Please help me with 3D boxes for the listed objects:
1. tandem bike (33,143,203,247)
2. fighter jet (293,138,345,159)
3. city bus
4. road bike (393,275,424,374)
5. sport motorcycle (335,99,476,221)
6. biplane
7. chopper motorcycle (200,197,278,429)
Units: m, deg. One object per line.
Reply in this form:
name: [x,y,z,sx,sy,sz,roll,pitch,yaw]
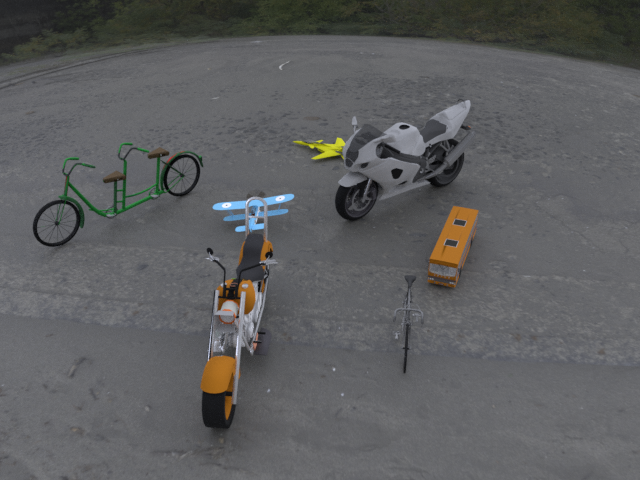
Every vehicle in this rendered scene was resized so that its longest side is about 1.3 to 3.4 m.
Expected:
tandem bike: [-3.201,-0.933,11.381,0.550,1.326,3.192,27,41,37]
fighter jet: [0.041,-1.918,13.971,1.358,0.286,1.147,15,35,23]
city bus: [2.019,0.088,10.548,0.476,0.460,1.674,11,33,18]
road bike: [1.100,0.952,8.772,0.358,0.852,1.545,4,32,6]
sport motorcycle: [1.437,-1.375,11.840,2.955,1.596,0.983,-22,38,-31]
biplane: [-1.090,-0.413,11.319,1.336,0.504,1.090,1,32,1]
chopper motorcycle: [-0.981,0.770,8.468,0.906,1.480,3.040,3,32,5]
